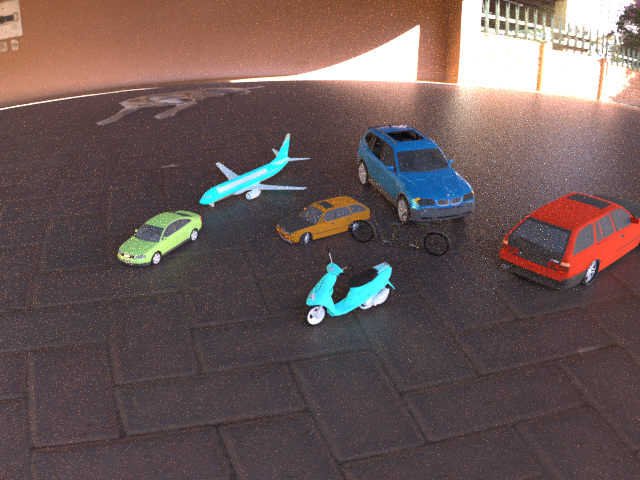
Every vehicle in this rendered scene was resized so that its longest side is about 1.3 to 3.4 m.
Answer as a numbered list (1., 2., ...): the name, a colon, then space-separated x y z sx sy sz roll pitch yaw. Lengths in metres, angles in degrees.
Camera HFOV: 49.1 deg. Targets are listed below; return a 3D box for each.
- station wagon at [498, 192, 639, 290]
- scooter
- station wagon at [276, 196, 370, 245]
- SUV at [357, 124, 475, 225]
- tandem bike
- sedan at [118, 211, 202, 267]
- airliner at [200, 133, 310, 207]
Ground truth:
1. station wagon: 4.079 -0.203 10.718 3.105 0.920 1.327 -22 33 -38
2. scooter: 0.387 0.577 9.103 1.399 0.919 0.662 -14 29 -27
3. station wagon: 0.058 -0.364 11.566 1.597 0.473 0.682 -15 30 -29
4. SUV: 1.657 -1.272 12.695 1.276 1.128 3.058 -8 27 -16
5. tandem bike: 1.245 -0.157 10.897 1.642 0.682 0.283 10 28 20
6. sedan: -2.498 -0.087 10.980 0.635 0.483 1.613 13 29 25
7. airliner: -1.335 -1.308 13.106 2.257 0.835 2.541 18 31 33
